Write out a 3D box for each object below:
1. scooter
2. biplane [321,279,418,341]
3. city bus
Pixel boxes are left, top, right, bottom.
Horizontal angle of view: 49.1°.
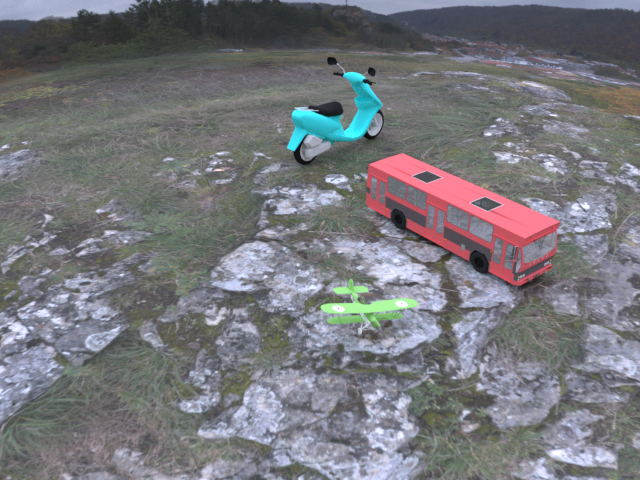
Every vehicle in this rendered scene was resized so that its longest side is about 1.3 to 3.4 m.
[{"bbox_3d":[0.394,-2.615,14.038,2.721,1.786,1.288,-26,39,-38],"label":"scooter"},{"bbox_3d":[0.588,0.887,9.144,1.336,0.504,1.090,-10,31,-17],"label":"biplane"},{"bbox_3d":[2.096,-0.377,10.985,0.926,0.894,3.255,-21,36,-32],"label":"city bus"}]
